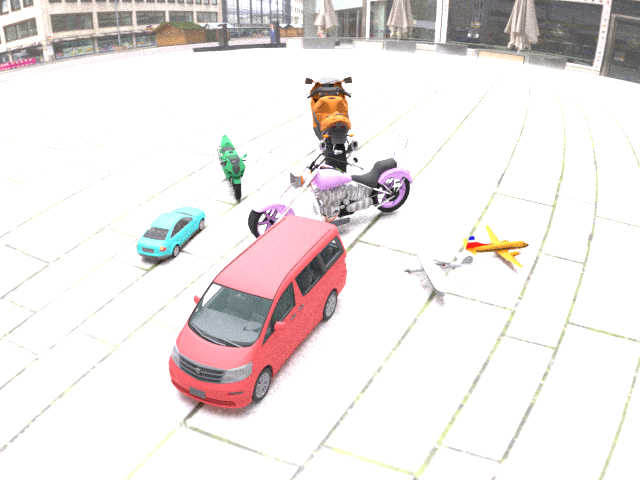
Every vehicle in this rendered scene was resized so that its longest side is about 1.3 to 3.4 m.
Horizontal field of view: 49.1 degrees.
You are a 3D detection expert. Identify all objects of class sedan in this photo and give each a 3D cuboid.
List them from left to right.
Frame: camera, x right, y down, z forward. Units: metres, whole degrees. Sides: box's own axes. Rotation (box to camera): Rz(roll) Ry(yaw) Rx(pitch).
[{"bbox_3d":[-2.432,-0.204,11.537,0.635,0.483,1.613,9,31,16],"label":"sedan"}]

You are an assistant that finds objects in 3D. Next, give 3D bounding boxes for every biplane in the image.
[{"bbox_3d":[1.770,0.419,10.436,1.090,0.504,1.336,-7,31,-11],"label":"biplane"}]

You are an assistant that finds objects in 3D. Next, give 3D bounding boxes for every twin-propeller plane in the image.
[{"bbox_3d":[2.832,0.068,11.142,1.095,0.407,1.370,-6,31,-10],"label":"twin-propeller plane"}]

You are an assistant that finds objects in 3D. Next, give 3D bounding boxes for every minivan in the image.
[{"bbox_3d":[-0.727,0.818,9.054,1.324,1.197,3.011,14,33,23],"label":"minivan"}]

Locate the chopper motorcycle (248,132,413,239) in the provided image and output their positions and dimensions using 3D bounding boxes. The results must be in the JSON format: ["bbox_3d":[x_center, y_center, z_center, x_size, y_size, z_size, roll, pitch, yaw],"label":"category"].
[{"bbox_3d":[0.228,-0.882,11.715,3.040,1.480,0.906,-14,33,-23],"label":"chopper motorcycle"}]

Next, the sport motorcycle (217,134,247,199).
[{"bbox_3d":[-1.673,-1.392,13.256,0.506,0.821,1.520,-8,31,-13],"label":"sport motorcycle"}]

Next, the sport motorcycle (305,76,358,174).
[{"bbox_3d":[0.236,-2.239,13.947,0.983,1.596,2.955,-2,30,-4],"label":"sport motorcycle"}]
